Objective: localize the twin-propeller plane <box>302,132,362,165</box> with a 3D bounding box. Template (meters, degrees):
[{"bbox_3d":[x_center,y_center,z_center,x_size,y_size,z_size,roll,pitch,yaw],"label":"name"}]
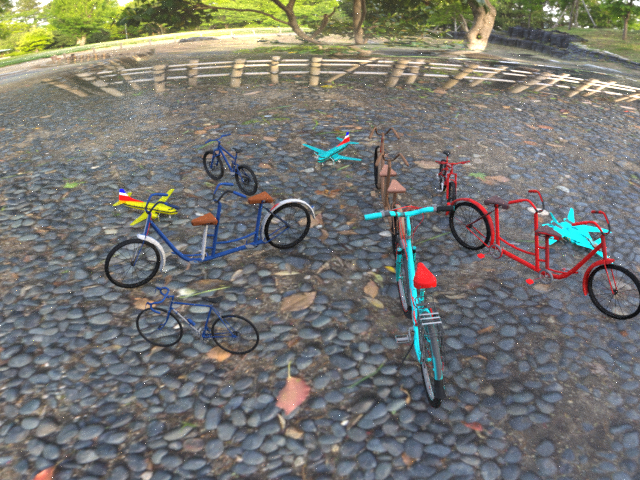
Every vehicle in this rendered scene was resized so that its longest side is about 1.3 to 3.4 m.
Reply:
[{"bbox_3d":[0.278,-1.770,13.595,1.370,0.407,1.095,20,35,30],"label":"twin-propeller plane"}]

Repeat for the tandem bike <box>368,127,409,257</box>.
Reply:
[{"bbox_3d":[1.086,-0.900,11.187,0.550,1.326,3.192,-1,30,-2],"label":"tandem bike"}]

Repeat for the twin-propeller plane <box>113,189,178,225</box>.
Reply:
[{"bbox_3d":[-2.851,-0.599,11.582,1.095,0.407,1.370,9,31,16],"label":"twin-propeller plane"}]

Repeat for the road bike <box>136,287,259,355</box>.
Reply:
[{"bbox_3d":[-1.488,0.992,8.407,1.545,0.852,0.358,4,30,8],"label":"road bike"}]

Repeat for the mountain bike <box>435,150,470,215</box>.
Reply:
[{"bbox_3d":[2.173,-1.050,11.899,0.573,0.868,1.469,0,30,0],"label":"mountain bike"}]

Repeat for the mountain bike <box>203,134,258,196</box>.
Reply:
[{"bbox_3d":[-1.611,-1.333,12.386,1.469,0.868,0.573,26,39,37],"label":"mountain bike"}]

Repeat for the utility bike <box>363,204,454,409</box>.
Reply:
[{"bbox_3d":[1.038,0.587,8.121,1.039,1.839,2.791,-2,30,-3],"label":"utility bike"}]

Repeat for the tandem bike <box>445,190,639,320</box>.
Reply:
[{"bbox_3d":[3.007,-0.018,9.671,0.550,1.326,3.192,-24,38,-35],"label":"tandem bike"}]

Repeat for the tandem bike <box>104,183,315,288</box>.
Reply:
[{"bbox_3d":[-1.492,-0.183,9.954,3.192,1.326,0.550,-15,33,-24],"label":"tandem bike"}]

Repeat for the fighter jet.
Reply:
[{"bbox_3d":[4.070,-0.053,10.765,1.147,0.286,1.358,-10,32,-17],"label":"fighter jet"}]
